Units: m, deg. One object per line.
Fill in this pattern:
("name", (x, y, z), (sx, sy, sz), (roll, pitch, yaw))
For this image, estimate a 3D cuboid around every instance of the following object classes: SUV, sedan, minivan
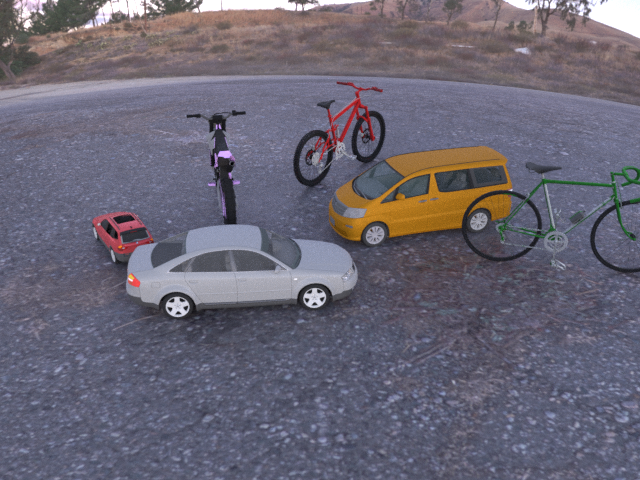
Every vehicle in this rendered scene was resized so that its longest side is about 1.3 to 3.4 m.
("SUV", (-3.096, -0.146, 10.973), (0.656, 0.580, 1.572), (-15, 29, -28))
("sedan", (-1.046, 0.332, 9.562), (3.137, 0.940, 1.235), (-3, 26, -6))
("minivan", (1.640, -0.778, 11.578), (3.011, 1.197, 1.324), (-7, 27, -15))

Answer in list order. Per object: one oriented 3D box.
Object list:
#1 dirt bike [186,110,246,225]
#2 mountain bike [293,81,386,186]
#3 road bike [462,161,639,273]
("dirt bike", (-1.725, -1.329, 12.182), (1.024, 1.666, 2.903), (-5, 26, -11))
("mountain bike", (0.453, -2.119, 13.805), (1.114, 1.688, 2.857), (20, 32, 35))
("road bike", (3.604, -0.346, 10.146), (3.004, 1.656, 0.697), (5, 26, 10))
